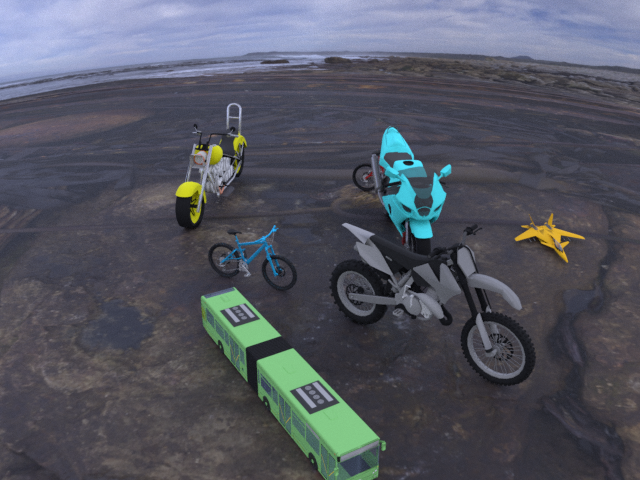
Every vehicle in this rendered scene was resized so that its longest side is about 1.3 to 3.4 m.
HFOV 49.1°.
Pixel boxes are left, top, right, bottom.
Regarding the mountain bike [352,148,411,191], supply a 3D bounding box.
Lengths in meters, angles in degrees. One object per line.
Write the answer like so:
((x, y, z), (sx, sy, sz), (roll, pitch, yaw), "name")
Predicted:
((1.329, -1.282, 13.176), (1.469, 0.868, 0.573), (7, 27, 14), "mountain bike")

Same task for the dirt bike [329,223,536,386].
((1.275, 0.628, 8.431), (2.903, 1.666, 1.024), (21, 33, 35), "dirt bike")

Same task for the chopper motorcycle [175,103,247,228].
((-1.960, -1.407, 12.741), (0.906, 1.480, 3.040), (6, 27, 11), "chopper motorcycle")

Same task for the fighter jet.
((3.763, -0.035, 11.318), (1.147, 0.286, 1.358), (-1, 26, -3), "fighter jet")

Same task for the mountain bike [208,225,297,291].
((-0.996, 0.245, 10.099), (1.469, 0.868, 0.573), (12, 29, 22), "mountain bike")

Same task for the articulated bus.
((-0.474, 1.520, 7.877), (0.605, 0.561, 3.401), (-15, 30, -27), "articulated bus")

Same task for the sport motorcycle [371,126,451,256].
((1.365, -0.697, 11.179), (0.983, 1.596, 2.955), (-2, 26, -5), "sport motorcycle")
